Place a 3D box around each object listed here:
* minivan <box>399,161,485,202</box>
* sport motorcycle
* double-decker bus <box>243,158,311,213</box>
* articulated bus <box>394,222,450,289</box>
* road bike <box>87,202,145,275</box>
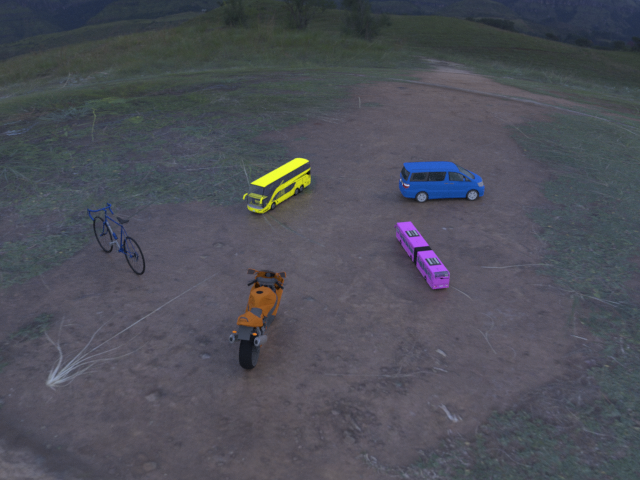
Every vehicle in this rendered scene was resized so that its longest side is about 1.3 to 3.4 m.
[{"bbox_3d":[2.245,-1.095,12.834,1.548,0.616,0.681,-2,27,-5],"label":"minivan"},{"bbox_3d":[-0.744,0.923,8.675,0.506,0.821,1.520,5,28,10],"label":"sport motorcycle"},{"bbox_3d":[-0.739,-0.984,12.699,0.389,0.541,1.672,16,31,28],"label":"double-decker bus"},{"bbox_3d":[1.536,0.203,10.661,0.311,0.289,1.749,-6,28,-11],"label":"articulated bus"},{"bbox_3d":[-3.050,-0.039,10.517,0.358,0.852,1.545,-23,35,-37],"label":"road bike"}]
